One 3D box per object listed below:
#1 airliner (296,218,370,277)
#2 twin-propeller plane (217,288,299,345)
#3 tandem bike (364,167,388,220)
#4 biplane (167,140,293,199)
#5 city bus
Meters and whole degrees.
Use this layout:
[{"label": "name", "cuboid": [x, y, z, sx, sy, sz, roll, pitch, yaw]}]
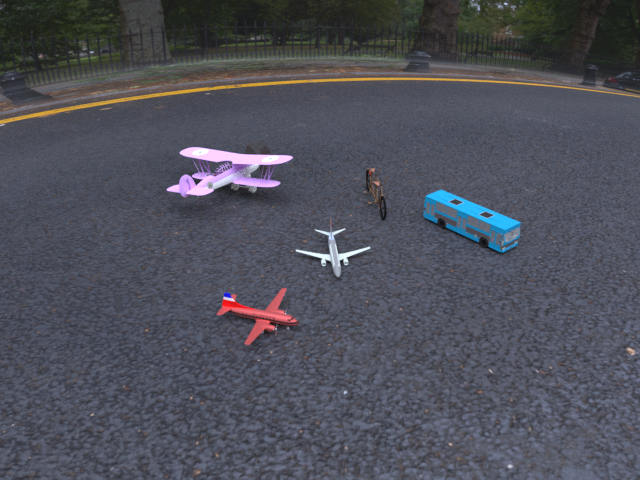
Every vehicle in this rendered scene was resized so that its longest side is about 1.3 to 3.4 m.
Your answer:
[{"label": "airliner", "cuboid": [0.216, 0.125, 10.736, 1.161, 0.429, 1.307, -2, 28, -4]}, {"label": "twin-propeller plane", "cuboid": [-0.793, 0.944, 9.242, 1.095, 0.407, 1.370, 9, 30, 15]}, {"label": "tandem bike", "cuboid": [0.996, -0.954, 12.471, 0.283, 0.682, 1.642, -4, 29, -7]}, {"label": "biplane", "cuboid": [-1.751, -1.166, 12.549, 2.598, 0.981, 2.120, 19, 34, 31]}, {"label": "city bus", "cuboid": [2.466, -0.311, 11.513, 0.476, 0.460, 1.674, -22, 35, -35]}]
